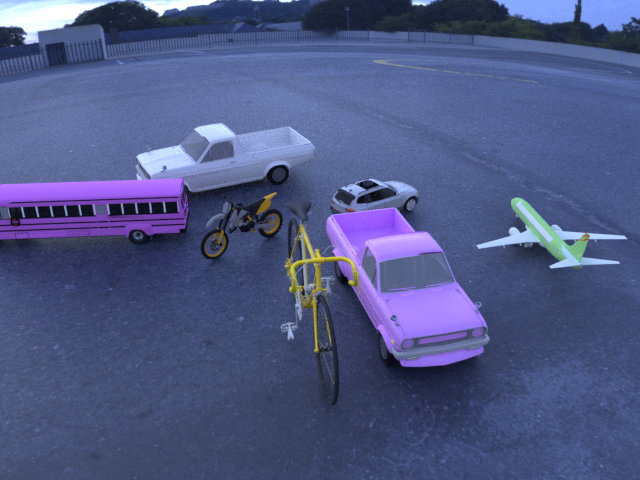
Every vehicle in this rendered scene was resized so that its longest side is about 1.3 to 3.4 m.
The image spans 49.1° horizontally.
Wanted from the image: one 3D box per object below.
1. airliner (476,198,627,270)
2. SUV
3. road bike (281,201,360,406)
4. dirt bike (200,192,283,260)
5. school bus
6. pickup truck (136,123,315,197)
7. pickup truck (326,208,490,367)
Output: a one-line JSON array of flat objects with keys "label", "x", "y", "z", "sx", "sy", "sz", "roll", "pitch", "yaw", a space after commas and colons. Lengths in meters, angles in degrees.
[{"label": "airliner", "x": 3.345, "y": -0.267, "z": 10.342, "sx": 2.257, "sy": 0.835, "sz": 2.541, "roll": -4, "pitch": 29, "yaw": -6}, {"label": "SUV", "x": 0.907, "y": -0.694, "z": 11.396, "sx": 1.572, "sy": 0.580, "sz": 0.656, "roll": -20, "pitch": 34, "yaw": -32}, {"label": "road bike", "x": -0.124, "y": 0.505, "z": 8.059, "sx": 0.696, "sy": 1.656, "sz": 3.004, "roll": -5, "pitch": 29, "yaw": -10}, {"label": "dirt bike", "x": -1.134, "y": -0.262, "z": 10.309, "sx": 1.493, "sy": 0.857, "sz": 0.527, "roll": -23, "pitch": 36, "yaw": -36}, {"label": "school bus", "x": -3.695, "y": -0.419, "z": 10.612, "sx": 3.322, "sy": 0.844, "sz": 0.709, "roll": -2, "pitch": 29, "yaw": -4}, {"label": "pickup truck", "x": -1.675, "y": -1.504, "z": 12.456, "sx": 3.117, "sy": 0.993, "sz": 1.244, "roll": -14, "pitch": 31, "yaw": -23}, {"label": "pickup truck", "x": 0.995, "y": 0.394, "z": 8.959, "sx": 1.244, "sy": 0.993, "sz": 3.117, "roll": -7, "pitch": 29, "yaw": -13}]
